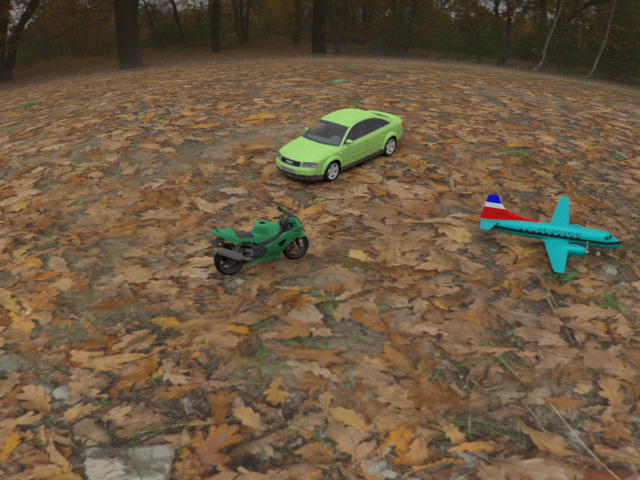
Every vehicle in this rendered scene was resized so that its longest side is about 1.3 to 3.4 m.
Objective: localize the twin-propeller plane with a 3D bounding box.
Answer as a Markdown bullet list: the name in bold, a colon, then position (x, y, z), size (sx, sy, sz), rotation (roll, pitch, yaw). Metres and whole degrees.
- **twin-propeller plane**: position (3.531, -0.222, 10.743), size (2.129, 0.792, 2.663), rotation (9, 29, 17)

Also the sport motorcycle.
- **sport motorcycle**: position (-0.861, 0.027, 10.242), size (1.520, 0.821, 0.506), rotation (-13, 30, -22)

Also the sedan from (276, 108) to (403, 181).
- **sedan**: position (0.436, -2.023, 13.990), size (1.235, 0.940, 3.137), rotation (23, 35, 36)
